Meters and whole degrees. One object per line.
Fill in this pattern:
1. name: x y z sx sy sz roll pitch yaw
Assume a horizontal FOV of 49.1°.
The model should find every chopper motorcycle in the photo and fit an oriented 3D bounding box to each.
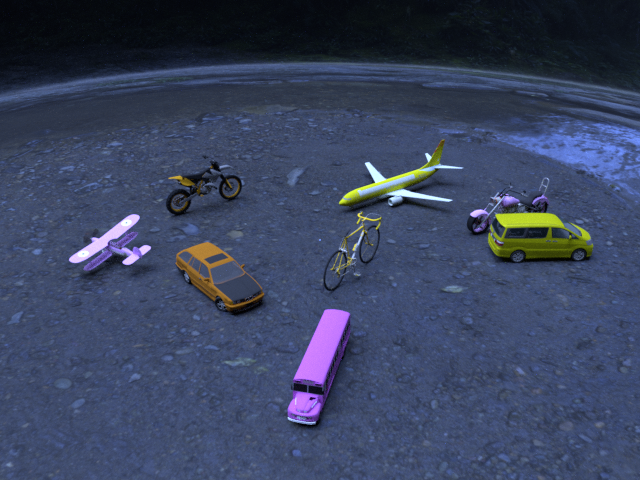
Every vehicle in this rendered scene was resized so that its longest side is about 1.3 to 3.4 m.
1. chopper motorcycle: 3.124 -0.563 11.527 1.563 0.761 0.466 -11 30 -21

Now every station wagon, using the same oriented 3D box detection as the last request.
1. station wagon: -1.424 0.473 9.840 0.682 0.473 1.597 -20 33 -33

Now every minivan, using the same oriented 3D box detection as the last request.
1. minivan: 3.400 -0.065 10.724 1.548 0.616 0.681 -1 27 -3

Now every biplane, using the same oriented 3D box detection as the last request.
1. biplane: -3.066 0.134 10.461 1.090 0.504 1.336 16 31 28

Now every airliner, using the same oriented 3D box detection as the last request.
1. airliner: 1.355 -1.177 12.630 2.541 0.835 2.257 -19 33 -32

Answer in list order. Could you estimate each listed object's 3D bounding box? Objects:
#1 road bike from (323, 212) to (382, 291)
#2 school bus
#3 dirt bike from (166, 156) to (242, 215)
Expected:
1. road bike: 0.480 0.133 10.085 0.358 0.852 1.545 17 32 30
2. school bus: 0.011 1.427 8.043 0.365 0.434 1.708 7 28 13
3. dirt bike: -2.021 -0.972 12.211 1.493 0.857 0.527 -19 33 -32
